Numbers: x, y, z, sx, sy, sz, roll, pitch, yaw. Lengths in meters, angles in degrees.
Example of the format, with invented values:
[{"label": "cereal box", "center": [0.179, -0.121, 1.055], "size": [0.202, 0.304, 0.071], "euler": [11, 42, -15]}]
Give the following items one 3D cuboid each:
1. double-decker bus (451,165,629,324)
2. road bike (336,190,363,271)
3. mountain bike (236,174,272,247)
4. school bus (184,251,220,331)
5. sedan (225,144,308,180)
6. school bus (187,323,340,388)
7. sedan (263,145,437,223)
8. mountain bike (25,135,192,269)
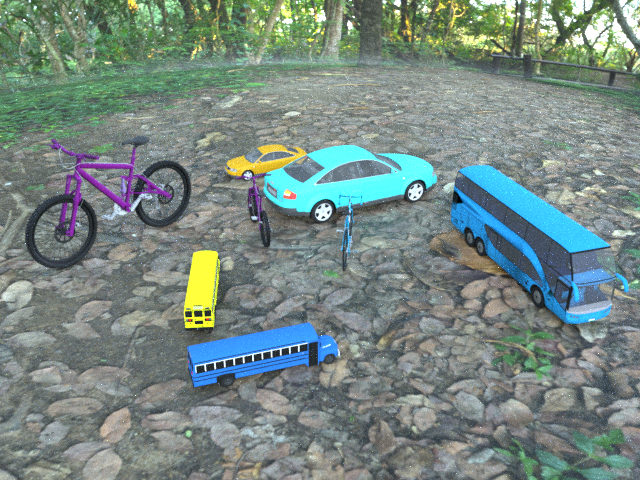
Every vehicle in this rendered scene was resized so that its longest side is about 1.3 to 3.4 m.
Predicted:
[{"label": "double-decker bus", "center": [2.859, -0.016, 9.712], "size": [0.756, 1.052, 3.251], "euler": [-8, 28, -16]}, {"label": "road bike", "center": [0.411, -0.179, 10.258], "size": [0.358, 0.852, 1.545], "euler": [3, 27, 6]}, {"label": "mountain bike", "center": [-0.959, -0.503, 10.879], "size": [0.573, 0.868, 1.469], "euler": [-8, 28, -15]}, {"label": "school bus", "center": [-1.528, 0.595, 9.189], "size": [0.365, 0.434, 1.708], "euler": [-2, 27, -4]}, {"label": "sedan", "center": [-1.019, -1.521, 13.321], "size": [1.613, 0.483, 0.635], "euler": [-11, 29, -21]}, {"label": "school bus", "center": [-0.610, 1.270, 7.852], "size": [1.708, 0.434, 0.365], "euler": [-9, 28, -17]}, {"label": "sedan", "center": [0.573, -1.102, 11.986], "size": [3.137, 0.940, 1.235], "euler": [-13, 30, -24]}, {"label": "mountain bike", "center": [-3.061, -0.692, 10.345], "size": [1.114, 1.688, 2.857], "euler": [21, 34, 35]}]
